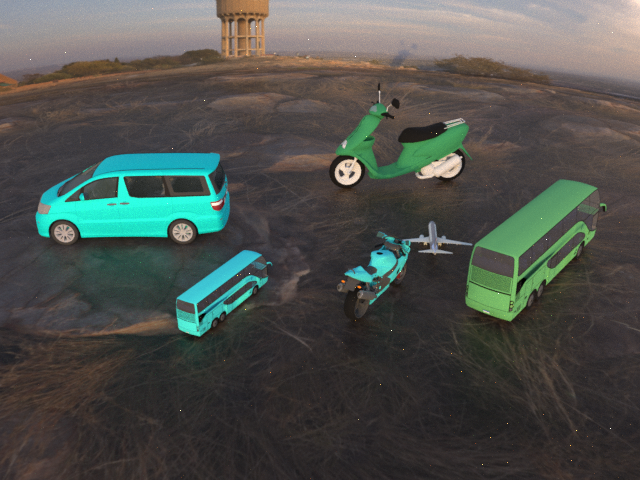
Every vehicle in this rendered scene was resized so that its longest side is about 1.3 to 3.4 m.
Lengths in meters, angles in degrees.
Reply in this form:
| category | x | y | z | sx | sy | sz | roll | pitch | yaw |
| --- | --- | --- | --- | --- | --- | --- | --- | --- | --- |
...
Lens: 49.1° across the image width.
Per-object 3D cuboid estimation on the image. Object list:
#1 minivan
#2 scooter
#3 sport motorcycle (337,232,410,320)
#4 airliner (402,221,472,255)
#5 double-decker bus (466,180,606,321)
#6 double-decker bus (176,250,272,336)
| category | x | y | z | sx | sy | sz | roll | pitch | yaw |
| --- | --- | --- | --- | --- | --- | --- | --- | --- | --- |
| minivan | -2.979 | -0.705 | 11.142 | 3.011 | 1.197 | 1.324 | 0 | 27 | -1 |
| scooter | 1.504 | -1.852 | 12.771 | 2.721 | 1.786 | 1.288 | -5 | 27 | -9 |
| sport motorcycle | 0.762 | 0.458 | 9.245 | 0.506 | 0.821 | 1.520 | 18 | 32 | 31 |
| airliner | 1.756 | -0.108 | 10.809 | 1.161 | 0.429 | 1.307 | 3 | 27 | 5 |
| double-decker bus | 3.104 | 0.025 | 9.850 | 0.756 | 1.052 | 3.251 | 19 | 33 | 34 |
| double-decker bus | -1.233 | 0.647 | 9.179 | 0.389 | 0.541 | 1.672 | 14 | 30 | 25 |
